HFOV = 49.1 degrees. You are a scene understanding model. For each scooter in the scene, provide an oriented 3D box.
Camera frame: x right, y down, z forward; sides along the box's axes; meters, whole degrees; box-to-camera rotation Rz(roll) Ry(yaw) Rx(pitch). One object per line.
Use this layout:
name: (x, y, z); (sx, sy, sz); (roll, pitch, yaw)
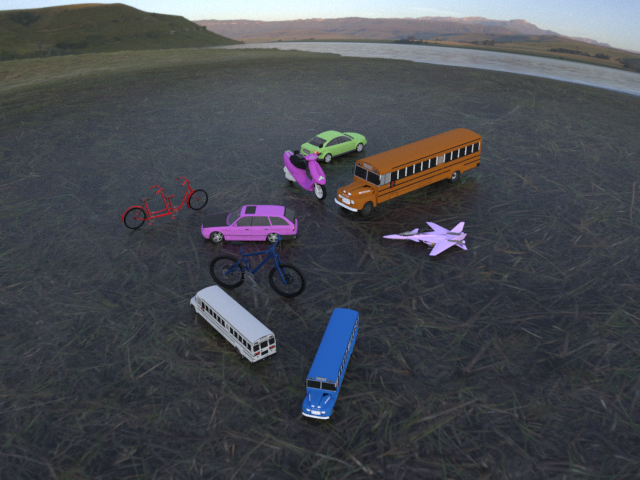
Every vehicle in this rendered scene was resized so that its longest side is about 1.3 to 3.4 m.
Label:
scooter: (-0.298, -1.361, 13.165); (0.662, 0.919, 1.399); (-19, 34, -30)

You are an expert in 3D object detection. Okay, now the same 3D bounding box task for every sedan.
sedan: (0.313, -2.065, 14.909); (1.613, 0.483, 0.635); (-23, 36, -35)

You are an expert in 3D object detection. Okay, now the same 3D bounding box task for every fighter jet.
fighter jet: (1.718, -0.099, 11.511); (1.358, 0.286, 1.147); (2, 29, 4)

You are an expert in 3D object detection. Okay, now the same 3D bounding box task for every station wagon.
station wagon: (-1.181, -0.296, 11.678); (1.597, 0.473, 0.682); (0, 29, 0)

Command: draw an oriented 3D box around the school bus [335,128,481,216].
school bus: (1.700, -1.323, 13.173); (3.322, 0.844, 0.709); (-21, 35, -34)

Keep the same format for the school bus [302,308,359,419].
school bus: (0.145, 1.469, 8.484); (0.365, 0.434, 1.708); (7, 29, 12)

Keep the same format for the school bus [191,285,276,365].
school bus: (-1.196, 1.053, 9.246); (0.365, 0.434, 1.708); (-20, 34, -32)

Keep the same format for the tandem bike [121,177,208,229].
tandem bike: (-2.676, -0.661, 12.128); (1.642, 0.682, 0.283); (-20, 34, -32)

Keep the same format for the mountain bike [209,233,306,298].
mountain bike: (-0.908, 0.387, 10.015); (1.469, 0.868, 0.573); (7, 29, 13)
